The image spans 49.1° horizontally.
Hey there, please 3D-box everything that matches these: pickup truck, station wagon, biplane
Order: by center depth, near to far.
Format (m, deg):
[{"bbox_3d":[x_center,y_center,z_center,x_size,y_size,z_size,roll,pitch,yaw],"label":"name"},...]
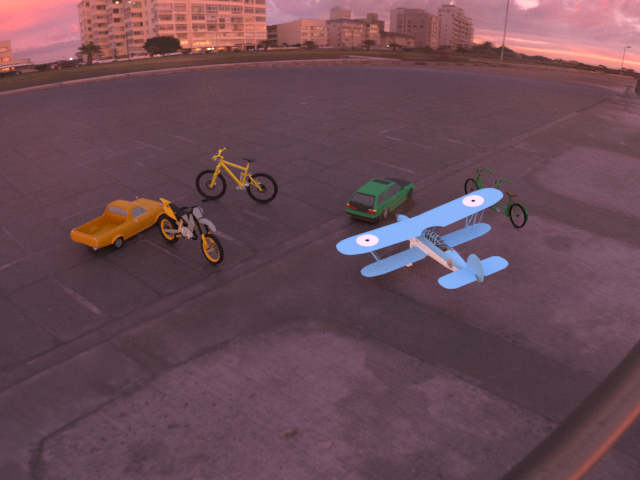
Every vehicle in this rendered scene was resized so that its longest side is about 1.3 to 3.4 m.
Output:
[{"bbox_3d":[1.553,0.098,9.578,2.598,0.981,2.120,-12,29,-22],"label":"biplane"},{"bbox_3d":[-3.096,-0.309,10.922,0.640,0.511,1.603,15,30,27],"label":"pickup truck"},{"bbox_3d":[1.059,-0.788,11.924,0.682,0.473,1.597,15,30,28],"label":"station wagon"}]

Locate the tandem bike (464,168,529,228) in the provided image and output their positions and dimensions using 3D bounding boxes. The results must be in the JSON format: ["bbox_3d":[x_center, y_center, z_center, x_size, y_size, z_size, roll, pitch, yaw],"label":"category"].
[{"bbox_3d":[2.907,-0.749,11.612,0.283,0.682,1.642,-12,29,-23],"label":"tandem bike"}]

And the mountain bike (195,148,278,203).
[{"bbox_3d":[-1.446,-1.067,12.041,1.469,0.868,0.573,4,27,9],"label":"mountain bike"}]

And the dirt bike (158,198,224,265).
[{"bbox_3d":[-1.924,-0.192,10.299,1.493,0.857,0.527,22,34,37],"label":"dirt bike"}]
